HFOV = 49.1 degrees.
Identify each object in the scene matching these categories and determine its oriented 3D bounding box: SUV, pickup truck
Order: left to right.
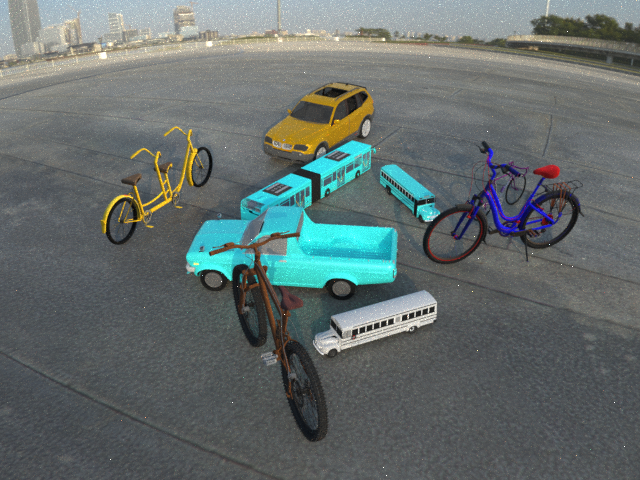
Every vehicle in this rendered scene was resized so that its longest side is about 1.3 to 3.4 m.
[{"bbox_3d":[-0.389,0.104,10.358,3.117,0.993,1.244,3,30,6],"label":"pickup truck"},{"bbox_3d":[0.041,-2.515,14.820,1.276,1.128,3.058,17,34,27],"label":"SUV"}]

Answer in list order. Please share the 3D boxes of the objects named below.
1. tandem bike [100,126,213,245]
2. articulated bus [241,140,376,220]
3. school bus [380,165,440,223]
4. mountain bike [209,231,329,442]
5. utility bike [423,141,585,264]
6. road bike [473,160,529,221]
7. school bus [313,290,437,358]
[{"bbox_3d":[-2.736,-1.053,12.053,0.550,1.326,3.192,12,32,21],"label":"tandem bike"},{"bbox_3d":[-0.142,-1.044,12.811,0.605,0.561,3.401,20,35,31],"label":"articulated bus"},{"bbox_3d":[1.614,-0.841,12.583,0.365,0.434,1.708,-12,32,-20],"label":"school bus"},{"bbox_3d":[-0.540,0.976,8.124,1.114,1.688,2.857,-13,32,-21],"label":"mountain bike"},{"bbox_3d":[2.904,-0.484,10.536,2.791,1.839,1.039,-9,31,-15],"label":"utility bike"},{"bbox_3d":[3.148,-0.865,12.203,1.545,0.852,0.358,-23,37,-35],"label":"road bike"},{"bbox_3d":[0.727,1.091,9.189,1.708,0.434,0.365,-13,32,-22],"label":"school bus"}]
